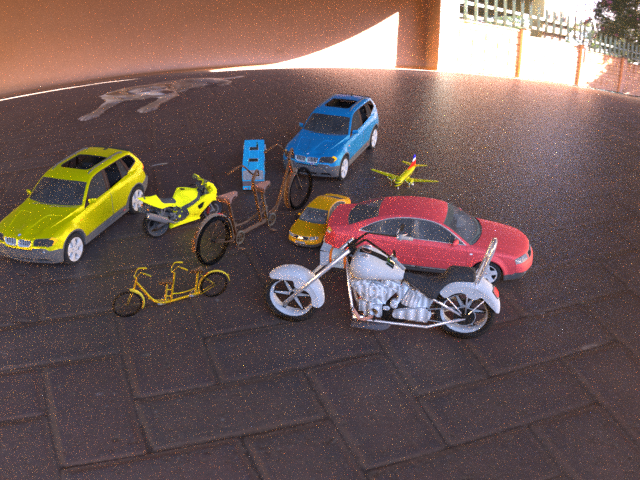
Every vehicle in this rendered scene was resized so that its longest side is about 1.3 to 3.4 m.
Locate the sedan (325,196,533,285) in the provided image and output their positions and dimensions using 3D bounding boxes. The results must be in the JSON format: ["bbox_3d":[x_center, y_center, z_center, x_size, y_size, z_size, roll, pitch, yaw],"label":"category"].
[{"bbox_3d":[1.638,-0.093,10.641,3.137,0.940,1.235,6,28,12],"label":"sedan"}]

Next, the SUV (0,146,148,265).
[{"bbox_3d":[-4.017,-0.663,11.522,1.276,1.128,3.058,8,29,15],"label":"SUV"}]

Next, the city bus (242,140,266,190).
[{"bbox_3d":[-1.295,-1.477,13.785,0.476,0.460,1.674,-2,28,-3],"label":"city bus"}]

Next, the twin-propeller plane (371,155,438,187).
[{"bbox_3d":[1.661,-1.311,13.527,1.370,0.407,1.095,13,31,23],"label":"twin-propeller plane"}]

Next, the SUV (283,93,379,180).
[{"bbox_3d":[0.294,-2.207,14.456,1.276,1.128,3.058,11,30,19],"label":"SUV"}]

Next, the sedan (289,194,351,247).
[{"bbox_3d":[0.010,-0.389,11.693,0.635,0.483,1.613,12,30,21],"label":"sedan"}]

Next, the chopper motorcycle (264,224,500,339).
[{"bbox_3d":[0.761,0.505,8.925,3.040,1.480,0.906,6,28,11],"label":"chopper motorcycle"}]

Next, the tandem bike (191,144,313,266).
[{"bbox_3d":[-1.010,-0.674,11.331,0.550,1.326,3.192,17,32,28],"label":"tandem bike"}]

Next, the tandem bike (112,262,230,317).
[{"bbox_3d":[-2.022,0.619,9.565,1.642,0.682,0.283,-12,30,-22],"label":"tandem bike"}]

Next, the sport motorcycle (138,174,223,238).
[{"bbox_3d":[-2.296,-0.562,11.660,1.520,0.821,0.506,-20,34,-33],"label":"sport motorcycle"}]
